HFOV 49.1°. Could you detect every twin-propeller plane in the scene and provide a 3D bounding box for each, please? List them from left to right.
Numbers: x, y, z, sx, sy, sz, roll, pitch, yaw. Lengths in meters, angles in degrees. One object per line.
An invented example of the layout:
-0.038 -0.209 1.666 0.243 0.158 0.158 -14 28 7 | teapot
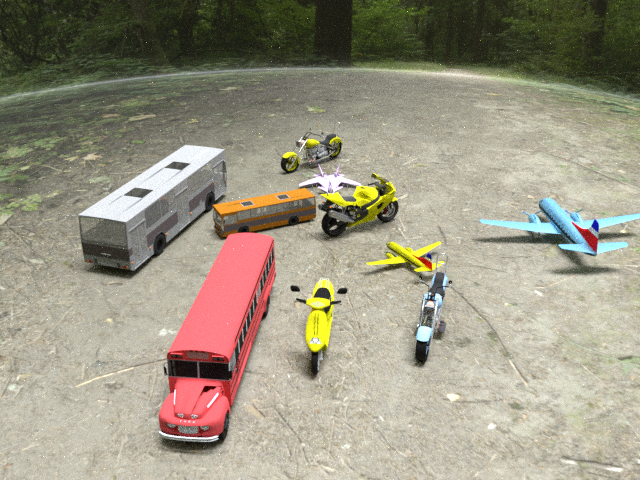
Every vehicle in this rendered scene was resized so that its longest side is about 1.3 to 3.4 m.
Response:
1.307 0.201 10.302 1.370 0.407 1.095 -15 30 -27 | twin-propeller plane
3.853 -0.315 10.903 2.663 0.792 2.129 -2 27 -4 | twin-propeller plane

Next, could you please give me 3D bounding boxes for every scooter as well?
0.001 0.876 8.380 0.662 0.919 1.399 3 27 5 | scooter

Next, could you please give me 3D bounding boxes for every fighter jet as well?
0.188 -1.046 12.930 1.147 0.286 1.358 0 27 -1 | fighter jet

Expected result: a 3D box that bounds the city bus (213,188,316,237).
-0.902 -0.443 11.530 1.674 0.460 0.476 -12 29 -23 | city bus

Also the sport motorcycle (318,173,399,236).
0.662 -0.556 11.353 1.520 0.821 0.506 -15 30 -28 | sport motorcycle

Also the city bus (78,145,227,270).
-2.550 -0.583 11.323 0.926 0.894 3.255 8 28 16 | city bus

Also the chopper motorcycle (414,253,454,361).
1.393 0.810 8.687 0.466 0.761 1.563 8 28 15 | chopper motorcycle

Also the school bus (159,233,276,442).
-1.120 0.998 8.219 0.709 0.844 3.322 3 27 6 | school bus

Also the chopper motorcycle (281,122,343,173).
-0.153 -1.864 14.034 1.563 0.761 0.466 -22 34 -37 | chopper motorcycle
